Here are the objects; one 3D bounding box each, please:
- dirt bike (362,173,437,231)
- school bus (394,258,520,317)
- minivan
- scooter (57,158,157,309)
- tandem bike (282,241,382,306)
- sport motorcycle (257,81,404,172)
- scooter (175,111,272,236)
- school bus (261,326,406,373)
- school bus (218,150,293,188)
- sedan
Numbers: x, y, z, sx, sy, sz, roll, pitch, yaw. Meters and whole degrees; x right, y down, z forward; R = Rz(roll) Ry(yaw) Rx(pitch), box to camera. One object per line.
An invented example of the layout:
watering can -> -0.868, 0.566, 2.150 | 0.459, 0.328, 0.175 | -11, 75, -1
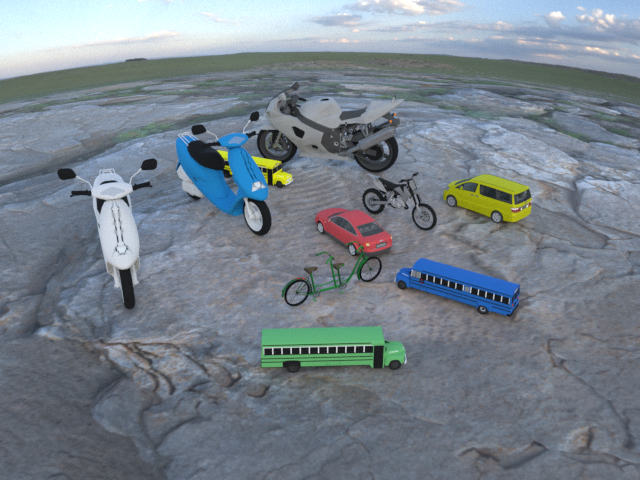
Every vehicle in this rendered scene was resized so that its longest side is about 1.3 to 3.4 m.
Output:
dirt bike -> 1.318, -0.696, 11.664 | 1.493, 0.857, 0.527 | 21, 33, 35
school bus -> 1.830, 0.613, 9.524 | 1.708, 0.434, 0.365 | 16, 31, 29
minivan -> 2.872, -0.787, 12.115 | 0.681, 0.616, 1.548 | -23, 35, -38
scooter -> -2.911, -0.346, 9.928 | 1.288, 1.786, 2.721 | -9, 28, -17
tandem bike -> 0.189, 0.441, 9.590 | 1.642, 0.682, 0.283 | -16, 31, -28
sport motorcycle -> 0.154, -2.179, 13.796 | 2.955, 1.596, 0.983 | 6, 27, 12
scooter -> -1.682, -1.243, 11.718 | 1.288, 1.786, 2.721 | -21, 33, -36
school bus -> 0.161, 1.270, 8.214 | 1.708, 0.434, 0.365 | -1, 27, -2
school bus -> -1.319, -1.375, 13.489 | 1.708, 0.434, 0.365 | 13, 29, 24
sedan -> 0.504, -0.216, 11.122 | 0.635, 0.483, 1.613 | -16, 31, -28
